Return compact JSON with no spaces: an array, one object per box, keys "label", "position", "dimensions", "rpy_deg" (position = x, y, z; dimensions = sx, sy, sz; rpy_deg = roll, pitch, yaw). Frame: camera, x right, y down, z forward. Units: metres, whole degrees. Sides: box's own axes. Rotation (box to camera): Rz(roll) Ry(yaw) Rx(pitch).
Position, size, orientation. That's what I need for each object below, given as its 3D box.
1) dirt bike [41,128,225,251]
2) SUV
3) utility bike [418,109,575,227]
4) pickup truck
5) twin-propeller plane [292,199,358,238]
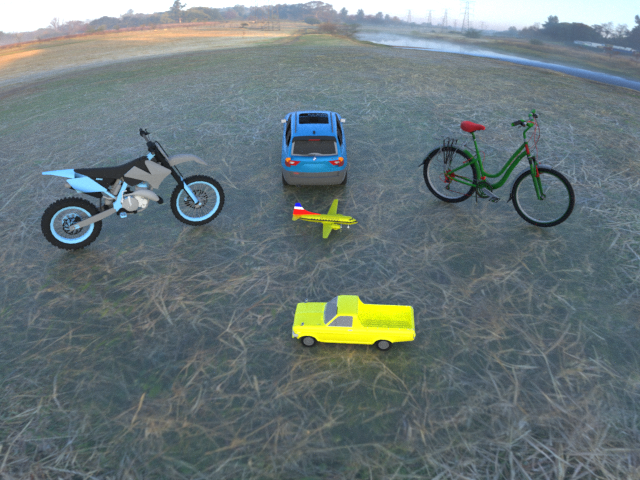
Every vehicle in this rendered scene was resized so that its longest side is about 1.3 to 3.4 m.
[{"label":"dirt bike","position":[-2.941,-0.778,11.043],"dimensions":[2.903,1.666,1.024],"rpy_deg":[-12,32,-19]},{"label":"SUV","position":[-0.123,-1.994,13.656],"dimensions":[1.276,1.128,3.058],"rpy_deg":[-1,30,-1]},{"label":"utility bike","position":[2.991,-1.327,11.812],"dimensions":[2.791,1.839,1.039],"rpy_deg":[18,35,28]},{"label":"pickup truck","position":[0.436,1.035,9.086],"dimensions":[1.603,0.511,0.640],"rpy_deg":[2,30,4]},{"label":"twin-propeller plane","position":[0.086,-0.404,11.651],"dimensions":[1.095,0.407,1.370],"rpy_deg":[4,31,8]}]
